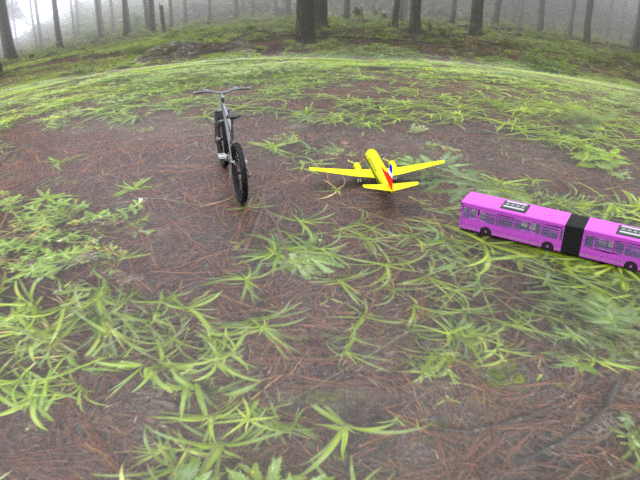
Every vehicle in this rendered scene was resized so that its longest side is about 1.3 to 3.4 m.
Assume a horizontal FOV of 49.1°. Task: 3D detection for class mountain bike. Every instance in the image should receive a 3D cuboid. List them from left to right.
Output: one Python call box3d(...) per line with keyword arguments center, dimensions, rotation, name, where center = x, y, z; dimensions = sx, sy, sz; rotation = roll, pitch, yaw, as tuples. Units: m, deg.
box3d(center=(-1.712, -1.885, 13.241), dimensions=(1.114, 1.688, 2.857), rotation=(-8, 30, -15), name="mountain bike")

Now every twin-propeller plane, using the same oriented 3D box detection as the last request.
box3d(center=(1.138, -1.409, 13.306), dimensions=(2.663, 0.792, 2.129), rotation=(-4, 29, -7), name="twin-propeller plane")

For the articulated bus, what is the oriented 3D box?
box3d(center=(3.897, -0.129, 11.228), dimensions=(3.401, 0.561, 0.605), rotation=(15, 32, 26), name="articulated bus")
